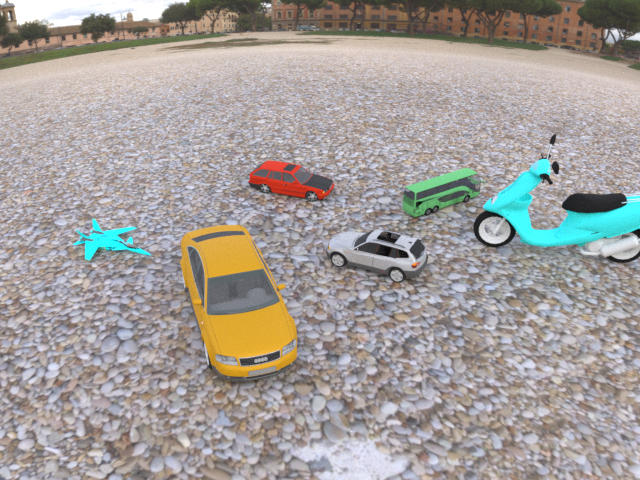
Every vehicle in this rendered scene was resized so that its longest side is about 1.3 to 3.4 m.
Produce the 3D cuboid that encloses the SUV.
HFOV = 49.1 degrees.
[{"bbox_3d":[0.869,0.150,10.739,1.572,0.580,0.656,14,33,23],"label":"SUV"}]

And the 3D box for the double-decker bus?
[{"bbox_3d":[2.215,-0.867,12.531,1.672,0.541,0.389,-19,35,-29],"label":"double-decker bus"}]

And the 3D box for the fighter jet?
[{"bbox_3d":[-3.278,0.009,11.274,1.358,0.286,1.147,14,33,23],"label":"fighter jet"}]

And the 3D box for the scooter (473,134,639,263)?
[{"bbox_3d":[3.795,-0.546,10.737,2.721,1.786,1.288,7,31,12],"label":"scooter"}]

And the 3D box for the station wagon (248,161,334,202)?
[{"bbox_3d":[-0.524,-1.134,13.058,1.597,0.473,0.682,11,32,19],"label":"station wagon"}]

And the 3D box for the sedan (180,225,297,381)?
[{"bbox_3d":[-1.170,0.657,9.507,1.235,0.940,3.137,-9,31,-16],"label":"sedan"}]
